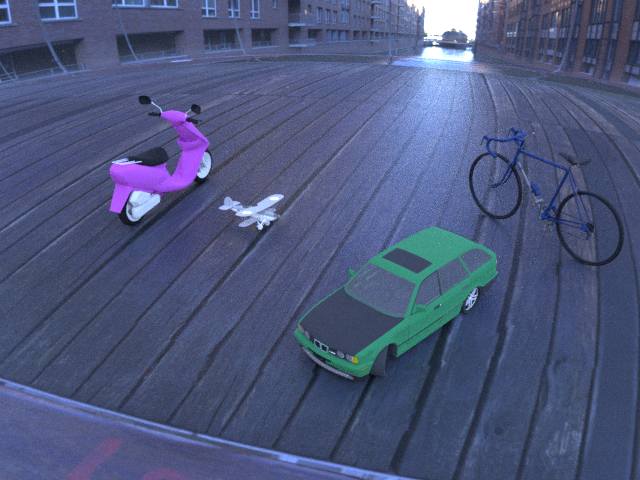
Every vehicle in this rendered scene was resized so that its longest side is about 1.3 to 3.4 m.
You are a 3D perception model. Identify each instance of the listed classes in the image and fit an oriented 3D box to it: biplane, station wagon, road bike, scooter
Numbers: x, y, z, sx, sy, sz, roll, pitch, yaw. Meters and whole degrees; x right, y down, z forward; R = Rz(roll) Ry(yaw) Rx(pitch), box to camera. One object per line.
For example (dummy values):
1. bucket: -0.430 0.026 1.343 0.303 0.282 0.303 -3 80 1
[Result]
1. biplane: -1.119 -0.484 11.625 1.090 0.504 1.336 13 32 22
2. station wagon: 1.064 0.671 9.134 1.327 0.920 3.105 26 38 38
3. road bike: 3.451 -0.753 10.925 0.696 1.656 3.004 -19 34 -30
4. scooter: -2.692 -1.455 12.047 1.288 1.786 2.721 14 32 23
